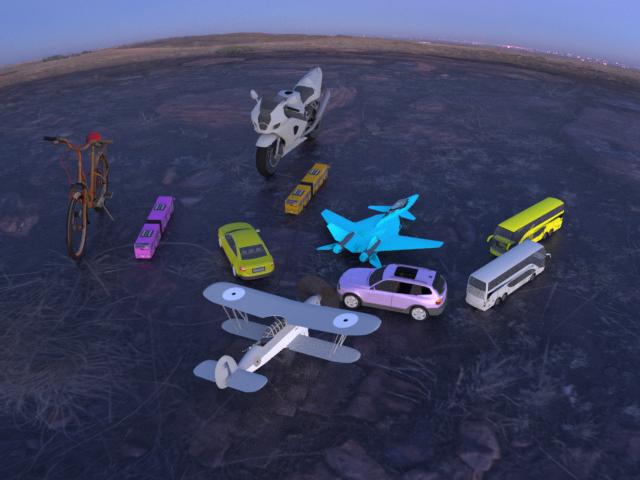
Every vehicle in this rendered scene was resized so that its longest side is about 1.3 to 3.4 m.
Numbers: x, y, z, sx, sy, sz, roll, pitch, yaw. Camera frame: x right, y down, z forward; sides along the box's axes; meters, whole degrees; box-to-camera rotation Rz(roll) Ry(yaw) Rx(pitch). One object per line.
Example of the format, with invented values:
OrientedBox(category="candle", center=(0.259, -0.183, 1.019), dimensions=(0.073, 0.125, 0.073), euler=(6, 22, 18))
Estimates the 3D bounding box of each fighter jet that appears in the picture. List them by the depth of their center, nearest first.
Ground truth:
OrientedBox(category="fighter jet", center=(1.115, -0.419, 11.825), dimensions=(2.229, 0.557, 2.640), euler=(17, 34, 27))

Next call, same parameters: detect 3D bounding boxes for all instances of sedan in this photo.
OrientedBox(category="sedan", center=(-1.187, 0.085, 11.023), dimensions=(0.635, 0.483, 1.613), euler=(-11, 32, -18))

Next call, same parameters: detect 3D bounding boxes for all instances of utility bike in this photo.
OrientedBox(category="utility bike", center=(-3.740, -0.975, 11.507), dimensions=(1.039, 1.839, 2.791), euler=(-2, 30, -3))

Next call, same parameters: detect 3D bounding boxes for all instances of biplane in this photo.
OrientedBox(category="biplane", center=(-0.597, 1.197, 8.595), dimensions=(2.598, 0.981, 2.120), euler=(18, 35, 28))

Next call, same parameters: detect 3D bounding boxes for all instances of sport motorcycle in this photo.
OrientedBox(category="sport motorcycle", center=(-0.599, -2.463, 14.333), dimensions=(0.983, 1.596, 2.955), euler=(12, 32, 19))

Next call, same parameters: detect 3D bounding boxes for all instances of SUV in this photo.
OrientedBox(category="SUV", center=(1.022, 0.660, 9.927), dimensions=(1.572, 0.580, 0.656), euler=(9, 31, 15))

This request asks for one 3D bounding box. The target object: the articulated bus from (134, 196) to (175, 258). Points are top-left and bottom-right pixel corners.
OrientedBox(category="articulated bus", center=(-2.770, -0.239, 11.782), dimensions=(0.311, 0.289, 1.749), euler=(1, 30, 1))

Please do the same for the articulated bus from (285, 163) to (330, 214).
OrientedBox(category="articulated bus", center=(-0.230, -0.973, 13.057), dimensions=(0.311, 0.289, 1.749), euler=(9, 31, 16))

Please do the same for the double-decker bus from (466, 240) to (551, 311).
OrientedBox(category="double-decker bus", center=(2.771, 0.483, 10.275), dimensions=(1.672, 0.541, 0.389), euler=(-25, 39, -37))

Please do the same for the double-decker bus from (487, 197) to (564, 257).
OrientedBox(category="double-decker bus", center=(3.389, -0.188, 11.441), dimensions=(1.672, 0.541, 0.389), euler=(-24, 38, -36))
